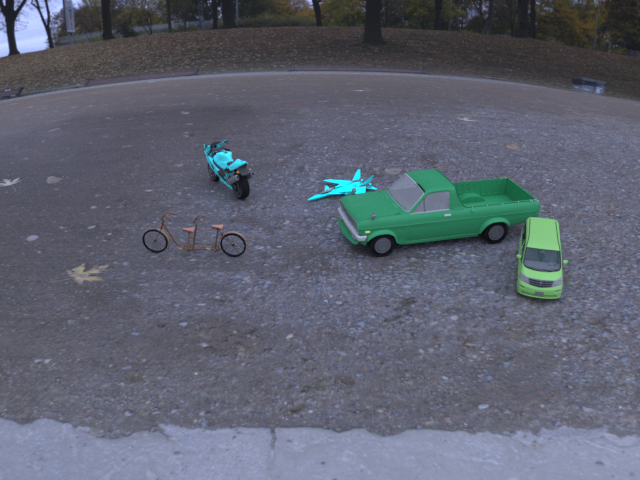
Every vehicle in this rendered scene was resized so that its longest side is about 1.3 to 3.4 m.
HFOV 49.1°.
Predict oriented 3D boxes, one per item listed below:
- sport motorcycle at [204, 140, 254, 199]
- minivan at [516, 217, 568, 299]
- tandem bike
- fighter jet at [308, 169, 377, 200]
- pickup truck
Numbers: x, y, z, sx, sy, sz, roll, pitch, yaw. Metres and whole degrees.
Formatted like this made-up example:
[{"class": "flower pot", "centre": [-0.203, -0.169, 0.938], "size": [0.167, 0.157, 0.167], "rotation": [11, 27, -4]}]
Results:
[{"class": "sport motorcycle", "centre": [-1.703, -1.303, 12.841], "size": [0.506, 0.821, 1.520], "rotation": [-17, 31, -30]}, {"class": "minivan", "centre": [3.139, 0.242, 9.966], "size": [0.681, 0.616, 1.548], "rotation": [7, 27, 14]}, {"class": "tandem bike", "centre": [-1.890, -0.076, 10.532], "size": [1.642, 0.682, 0.283], "rotation": [3, 27, 5]}, {"class": "fighter jet", "centre": [0.337, -0.963, 12.758], "size": [1.358, 0.286, 1.147], "rotation": [-18, 31, -31]}, {"class": "pickup truck", "centre": [1.869, -0.547, 11.129], "size": [3.117, 0.993, 1.244], "rotation": [-6, 27, -13]}]
